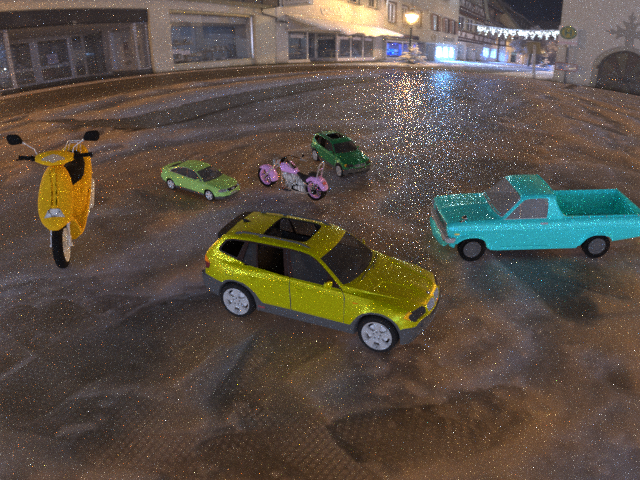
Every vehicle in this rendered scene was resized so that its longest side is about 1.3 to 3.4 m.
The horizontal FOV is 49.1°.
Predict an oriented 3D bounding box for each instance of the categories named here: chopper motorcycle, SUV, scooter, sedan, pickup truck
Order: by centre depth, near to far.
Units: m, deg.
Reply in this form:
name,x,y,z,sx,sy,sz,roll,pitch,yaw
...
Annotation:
name,x,y,z,sx,sy,sz,roll,pitch,yaw
SUV,-0.008,0.409,8.866,3.058,1.128,1.276,11,29,21
pickup truck,3.278,-0.414,10.639,3.117,0.993,1.244,-2,27,-3
scooter,-3.875,-0.881,10.684,1.288,1.786,2.721,-4,27,-8
chopper motorcycle,-0.501,-1.178,12.404,1.563,0.761,0.466,20,33,34
sedan,-2.165,-1.130,12.616,1.613,0.483,0.635,17,32,30
SUV,0.384,-1.720,13.674,0.656,0.580,1.572,-14,30,-25
